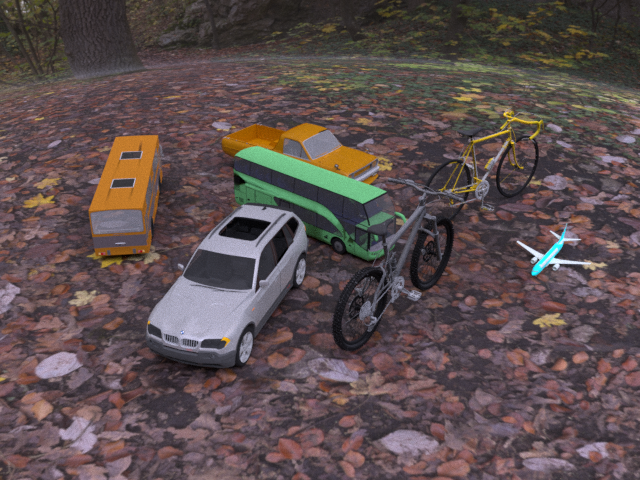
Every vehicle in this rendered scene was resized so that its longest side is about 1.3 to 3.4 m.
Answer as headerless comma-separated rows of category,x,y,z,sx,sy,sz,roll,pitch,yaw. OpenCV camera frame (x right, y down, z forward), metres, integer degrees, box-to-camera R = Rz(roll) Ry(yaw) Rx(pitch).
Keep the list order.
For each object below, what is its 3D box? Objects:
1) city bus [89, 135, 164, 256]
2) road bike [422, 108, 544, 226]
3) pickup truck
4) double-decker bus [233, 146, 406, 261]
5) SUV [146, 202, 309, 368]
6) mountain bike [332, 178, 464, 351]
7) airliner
city bus,-3.217,-0.807,11.915,0.926,0.894,3.255,-4,28,-7
road bike,2.827,-1.267,11.967,3.004,1.656,0.697,-20,34,-33
pickup truck,-0.414,-1.675,13.424,3.117,0.993,1.244,19,34,31
double-decker bus,-0.124,-0.626,11.412,3.251,1.052,0.756,23,36,36
SUV,-1.127,0.474,9.286,1.276,1.128,3.058,9,30,17
mountain bike,1.052,0.255,9.102,1.114,1.688,2.857,20,34,32
airliner,3.491,0.159,10.610,1.161,0.429,1.307,20,34,32
